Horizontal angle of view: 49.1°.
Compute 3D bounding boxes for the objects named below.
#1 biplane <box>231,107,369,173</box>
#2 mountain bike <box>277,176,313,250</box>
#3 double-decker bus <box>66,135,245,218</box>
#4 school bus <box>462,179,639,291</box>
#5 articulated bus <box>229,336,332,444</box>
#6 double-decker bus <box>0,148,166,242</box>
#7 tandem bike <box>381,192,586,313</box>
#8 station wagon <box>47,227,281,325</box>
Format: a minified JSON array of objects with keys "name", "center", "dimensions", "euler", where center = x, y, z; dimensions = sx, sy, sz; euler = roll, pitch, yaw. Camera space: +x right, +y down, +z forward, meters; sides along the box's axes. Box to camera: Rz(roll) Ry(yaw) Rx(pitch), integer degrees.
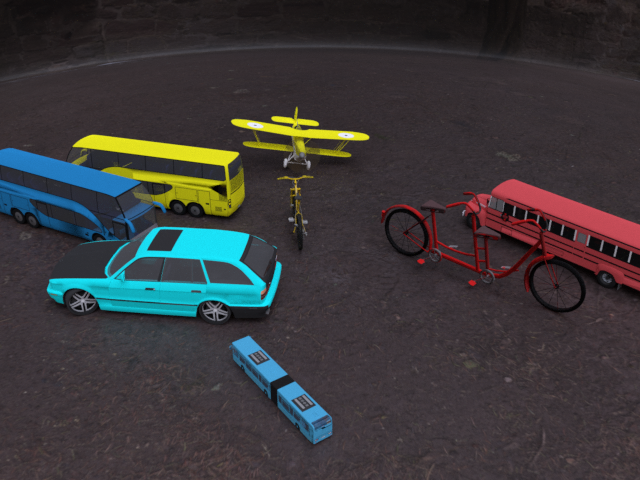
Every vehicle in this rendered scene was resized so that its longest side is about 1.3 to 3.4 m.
[{"name":"biplane","center":[-0.385,-1.995,13.612],"dimensions":[2.598,0.981,2.120],"euler":[-3,30,-5]},{"name":"mountain bike","center":[-0.362,-0.488,11.085],"dimensions":[0.573,0.868,1.469],"euler":[-3,30,-6]},{"name":"double-decker bus","center":[-2.893,-1.119,12.006],"dimensions":[3.251,1.052,0.756],"euler":[9,31,15]},{"name":"school bus","center":[3.640,-0.145,10.509],"dimensions":[0.709,0.844,3.322],"euler":[-24,38,-36]},{"name":"articulated bus","center":[-0.470,1.650,7.923],"dimensions":[0.311,0.289,1.749],"euler":[-19,35,-30]},{"name":"double-decker bus","center":[-3.973,-0.642,11.169],"dimensions":[3.251,1.052,0.756],"euler":[15,33,24]},{"name":"tandem bike","center":[2.184,0.001,9.768],"dimensions":[3.192,1.326,0.550],"euler":[22,36,33]},{"name":"station wagon","center":[-2.118,0.380,9.511],"dimensions":[3.105,0.920,1.327],"euler":[3,30,5]}]
